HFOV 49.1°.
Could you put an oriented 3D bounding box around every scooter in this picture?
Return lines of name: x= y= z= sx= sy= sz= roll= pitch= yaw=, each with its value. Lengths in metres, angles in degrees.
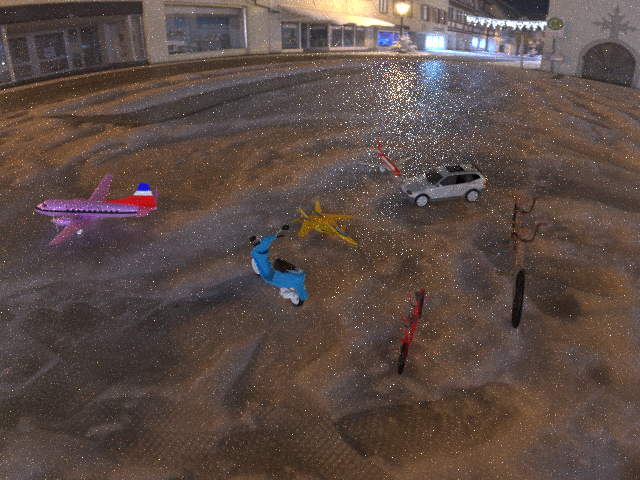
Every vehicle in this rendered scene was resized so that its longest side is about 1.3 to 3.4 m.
scooter: x=-0.617 y=0.331 z=9.989 sx=0.662 sy=0.919 sz=1.399 roll=-20 pitch=35 yaw=-31

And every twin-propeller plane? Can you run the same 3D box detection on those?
twin-propeller plane: x=-3.810 y=-0.624 z=11.829 sx=2.129 sy=0.792 sz=2.663 roll=2 pitch=29 yaw=3

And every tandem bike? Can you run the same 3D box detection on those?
tandem bike: x=1.192 y=1.035 z=8.972 sx=0.283 sy=0.682 sz=1.642 roll=9 pitch=30 yaw=15
tandem bike: x=2.913 y=-0.019 z=10.199 sx=0.550 sy=1.326 sz=3.192 roll=7 pitch=30 yaw=12

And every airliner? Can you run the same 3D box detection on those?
airliner: x=1.366 y=-1.643 z=14.024 sx=1.161 sy=0.429 sz=1.307 roll=-8 pitch=30 yaw=-15

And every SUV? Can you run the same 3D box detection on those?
SUV: x=2.255 y=-1.034 z=12.780 sx=1.572 sy=0.580 sz=0.656 roll=-6 pitch=30 yaw=-11

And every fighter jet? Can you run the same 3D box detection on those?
fighter jet: x=0.185 y=-0.253 z=11.683 sx=1.147 sy=0.286 sz=1.358 roll=-21 pitch=35 yaw=-33
